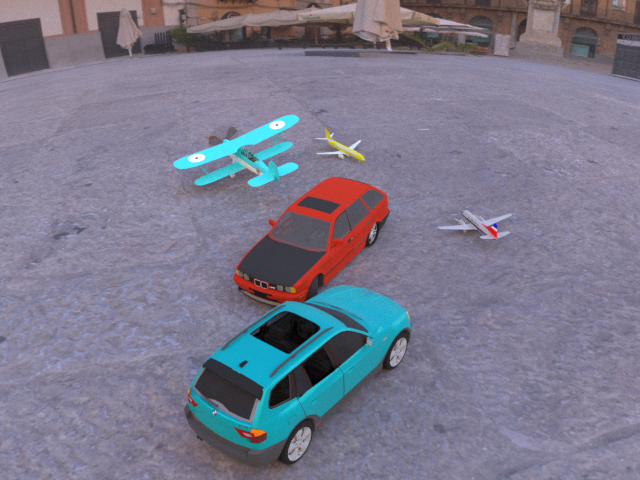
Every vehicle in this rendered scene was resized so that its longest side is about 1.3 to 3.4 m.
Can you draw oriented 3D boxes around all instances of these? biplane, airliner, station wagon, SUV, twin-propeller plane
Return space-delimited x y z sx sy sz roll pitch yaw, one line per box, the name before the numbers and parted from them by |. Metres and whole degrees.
biplane | -1.335 -1.465 12.886 2.598 0.981 2.120 -19 35 -30
airliner | 0.485 -1.942 14.266 1.161 0.429 1.307 -21 36 -32
station wagon | -0.057 -0.108 10.589 1.327 0.920 3.105 16 33 25
SUV | -0.133 1.287 7.958 1.276 1.128 3.058 21 36 32
twin-propeller plane | 2.593 -0.293 11.425 1.370 0.407 1.095 -10 32 -17
